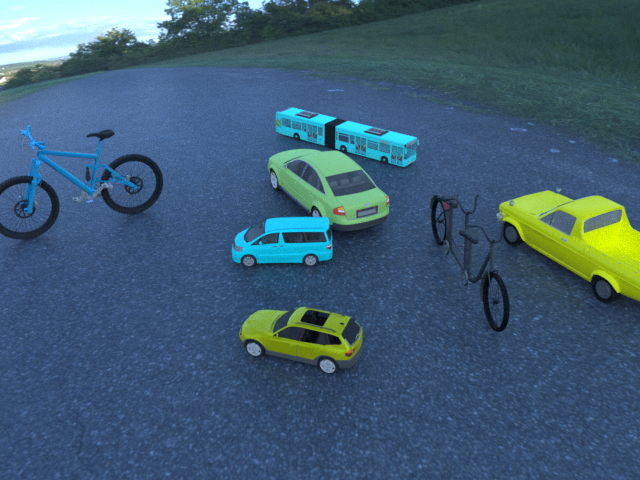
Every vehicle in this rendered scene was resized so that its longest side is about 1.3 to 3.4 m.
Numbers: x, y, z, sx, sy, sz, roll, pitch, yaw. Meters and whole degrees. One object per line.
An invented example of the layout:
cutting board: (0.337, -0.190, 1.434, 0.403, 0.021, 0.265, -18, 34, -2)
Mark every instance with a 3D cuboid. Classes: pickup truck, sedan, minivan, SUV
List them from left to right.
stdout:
minivan: (-0.582, 0.004, 10.737, 1.548, 0.616, 0.681, -1, 29, -1)
SUV: (-0.232, 1.151, 8.669, 1.572, 0.580, 0.656, 10, 30, 17)
sedan: (0.060, -1.082, 12.391, 1.235, 0.940, 3.137, -14, 31, -24)
pickup truck: (4.066, -0.029, 10.404, 1.244, 0.993, 3.117, -15, 32, -25)

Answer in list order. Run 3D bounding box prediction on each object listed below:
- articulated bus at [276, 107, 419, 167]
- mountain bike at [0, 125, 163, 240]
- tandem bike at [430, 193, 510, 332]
articulated bus: (0.502, -2.221, 14.877, 3.401, 0.561, 0.605, 20, 34, 32)
mountain bike: (-3.976, -0.997, 11.455, 2.857, 1.688, 1.114, -16, 33, -27)
tandem bike: (2.092, 0.001, 10.001, 0.550, 1.326, 3.192, -4, 29, -8)
